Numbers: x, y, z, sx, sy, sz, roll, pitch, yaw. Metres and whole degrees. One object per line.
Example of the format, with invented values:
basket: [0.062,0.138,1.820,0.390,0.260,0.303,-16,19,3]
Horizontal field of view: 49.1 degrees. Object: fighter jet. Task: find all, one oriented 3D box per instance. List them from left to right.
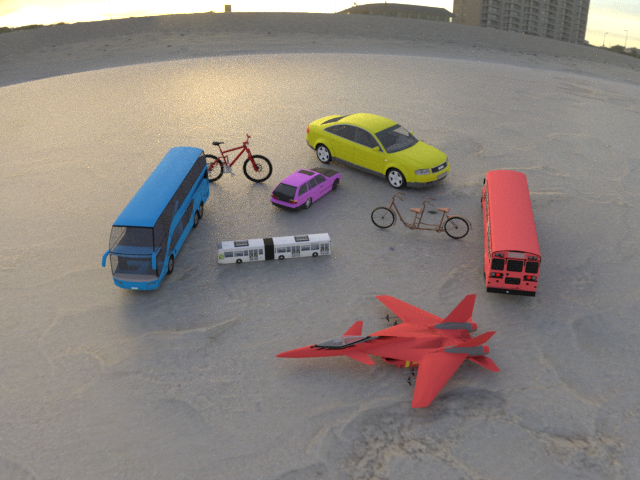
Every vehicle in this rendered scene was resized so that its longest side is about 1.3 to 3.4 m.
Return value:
fighter jet: [0.767,1.193,8.573,2.640,0.557,2.229,-3,29,-6]

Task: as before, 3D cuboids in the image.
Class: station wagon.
station wagon: [-0.222,-1.015,12.621,0.682,0.473,1.597,17,33,28]

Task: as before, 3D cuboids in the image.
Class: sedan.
sedan: [1.095,-1.864,13.667,3.137,0.940,1.235,24,37,36]

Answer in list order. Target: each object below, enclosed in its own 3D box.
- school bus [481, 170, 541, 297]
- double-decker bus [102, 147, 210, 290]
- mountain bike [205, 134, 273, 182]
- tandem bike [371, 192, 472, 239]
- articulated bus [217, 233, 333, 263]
school bus: [2.912,-0.268,10.900,0.709,0.844,3.322,5,30,9]
double-decker bus: [-2.435,-0.398,10.920,0.756,1.052,3.251,3,29,5]
mountain bike: [-1.622,-1.473,13.038,1.469,0.868,0.573,1,29,1]
tandem bike: [1.629,-0.399,11.302,1.642,0.682,0.283,8,30,15]
articulated bus: [-0.690,0.130,10.756,1.749,0.289,0.311,-5,29,-9]
